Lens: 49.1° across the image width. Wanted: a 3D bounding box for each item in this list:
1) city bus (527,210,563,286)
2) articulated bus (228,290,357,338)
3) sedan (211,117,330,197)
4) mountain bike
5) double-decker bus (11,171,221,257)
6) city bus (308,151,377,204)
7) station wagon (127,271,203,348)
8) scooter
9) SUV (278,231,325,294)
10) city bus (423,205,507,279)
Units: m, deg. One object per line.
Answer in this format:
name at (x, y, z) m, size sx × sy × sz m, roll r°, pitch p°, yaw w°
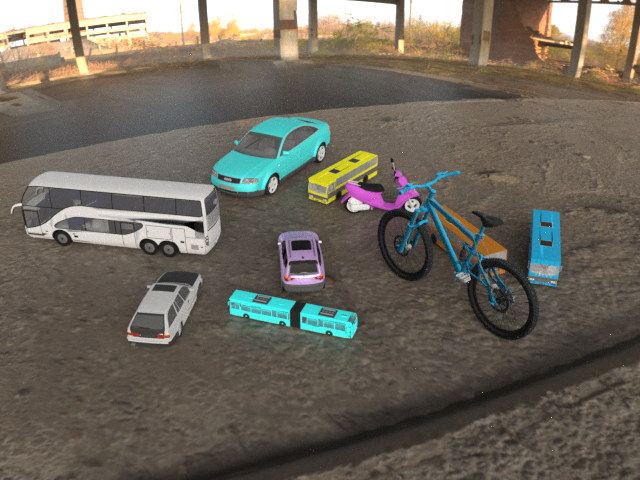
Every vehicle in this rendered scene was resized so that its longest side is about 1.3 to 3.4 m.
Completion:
city bus at (3.411, 0.108, 10.663) m, size 0.476 × 0.460 × 1.674 m, roll 8°, pitch 30°, yaw 14°
articulated bus at (-0.377, 0.974, 9.259) m, size 1.749 × 0.289 × 0.311 m, roll 9°, pitch 30°, yaw 17°
sedan at (-0.901, -1.753, 13.566) m, size 1.235 × 0.940 × 3.137 m, roll 15°, pitch 32°, yaw 25°
mountain bike at (1.760, 0.144, 9.317) m, size 1.114 × 1.688 × 2.857 m, roll -20°, pitch 35°, yaw -32°
double-decker bus at (-3.192, -0.434, 11.036) m, size 3.251 × 1.052 × 0.756 m, roll 6°, pitch 29°, yaw 10°
city bus at (0.447, -1.160, 12.981) m, size 0.476 × 0.460 × 1.674 m, roll 20°, pitch 34°, yaw 31°
station wagon at (-2.039, 0.818, 9.352) m, size 0.682 × 0.473 × 1.597 m, roll 3°, pitch 29°, yaw 6°
scooter at (1.064, -0.865, 11.964) m, size 1.399 × 0.919 × 0.662 m, roll 0°, pitch 29°, yaw 1°
SUV at (-0.284, 0.226, 10.321) m, size 0.656 × 0.580 × 1.572 m, roll -2°, pitch 29°, yaw -5°
city bus at (2.190, 0.023, 10.818) m, size 0.476 × 0.460 × 1.674 m, roll -12°, pitch 31°, yaw -21°
